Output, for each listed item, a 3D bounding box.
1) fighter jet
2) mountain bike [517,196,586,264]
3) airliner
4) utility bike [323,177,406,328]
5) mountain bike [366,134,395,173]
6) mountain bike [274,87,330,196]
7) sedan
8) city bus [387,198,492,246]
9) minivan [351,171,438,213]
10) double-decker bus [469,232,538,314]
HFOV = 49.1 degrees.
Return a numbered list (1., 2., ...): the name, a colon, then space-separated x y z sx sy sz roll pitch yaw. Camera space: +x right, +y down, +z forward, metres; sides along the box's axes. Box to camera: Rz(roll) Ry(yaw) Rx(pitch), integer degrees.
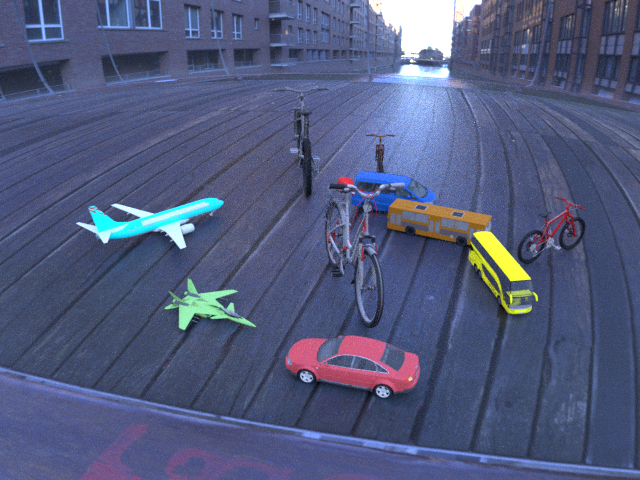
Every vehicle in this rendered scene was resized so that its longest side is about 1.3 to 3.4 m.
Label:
1. fighter jet: -1.426 0.909 9.544 1.358 0.286 1.147 16 31 28
2. mountain bike: 3.664 -0.136 10.963 1.469 0.868 0.573 -15 31 -27
3. airliner: -2.676 -0.505 11.729 2.541 0.835 2.257 -22 34 -37
4. utility bike: 0.533 -0.105 9.828 1.039 1.839 2.791 -6 28 -12
5. mountain bike: 1.188 -1.574 13.805 0.573 0.868 1.469 1 27 2
6. mountain bike: -0.318 -2.030 13.800 1.114 1.688 2.857 -2 27 -5
7. sedan: 0.375 1.425 8.305 1.613 0.483 0.635 8 28 15
8. city bus: 1.982 -0.276 11.692 1.674 0.460 0.476 12 29 23
9. minivan: 1.355 -0.824 12.604 1.548 0.616 0.681 9 28 16
10. double-decker bus: 2.606 0.467 10.134 0.389 0.541 1.672 -4 27 -8
